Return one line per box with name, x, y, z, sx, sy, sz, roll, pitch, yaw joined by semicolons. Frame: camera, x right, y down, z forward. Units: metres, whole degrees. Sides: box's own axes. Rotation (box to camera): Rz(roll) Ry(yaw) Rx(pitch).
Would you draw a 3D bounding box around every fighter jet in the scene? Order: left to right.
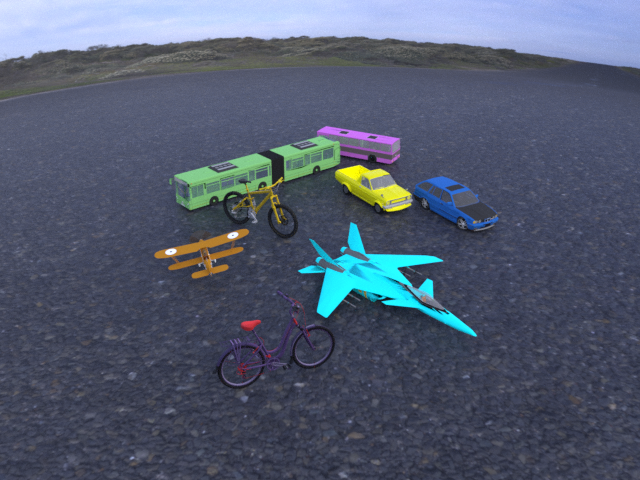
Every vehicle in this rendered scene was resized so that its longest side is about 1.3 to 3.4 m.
fighter jet;0.988;0.542;9.123;2.229;0.557;2.640;-22;34;-36

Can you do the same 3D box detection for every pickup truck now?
pickup truck;0.909;-0.952;12.135;0.640;0.511;1.603;-16;31;-28

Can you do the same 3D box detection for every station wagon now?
station wagon;2.234;-0.640;11.559;0.682;0.473;1.597;-15;30;-27

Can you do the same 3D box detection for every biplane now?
biplane;-1.613;0.247;9.765;1.336;0.504;1.090;-7;28;-14

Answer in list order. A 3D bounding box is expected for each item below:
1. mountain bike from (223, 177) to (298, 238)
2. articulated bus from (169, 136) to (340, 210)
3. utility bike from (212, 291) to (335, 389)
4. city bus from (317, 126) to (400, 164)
mountain bike;-0.955;-0.539;10.920;1.469;0.868;0.573;17;31;30
articulated bus;-1.059;-1.266;12.701;3.401;0.561;0.605;-21;33;-35
utility bike;-0.507;1.080;7.624;1.435;0.946;0.535;-12;29;-22
city bus;0.757;-1.892;14.055;1.674;0.460;0.476;14;30;25
